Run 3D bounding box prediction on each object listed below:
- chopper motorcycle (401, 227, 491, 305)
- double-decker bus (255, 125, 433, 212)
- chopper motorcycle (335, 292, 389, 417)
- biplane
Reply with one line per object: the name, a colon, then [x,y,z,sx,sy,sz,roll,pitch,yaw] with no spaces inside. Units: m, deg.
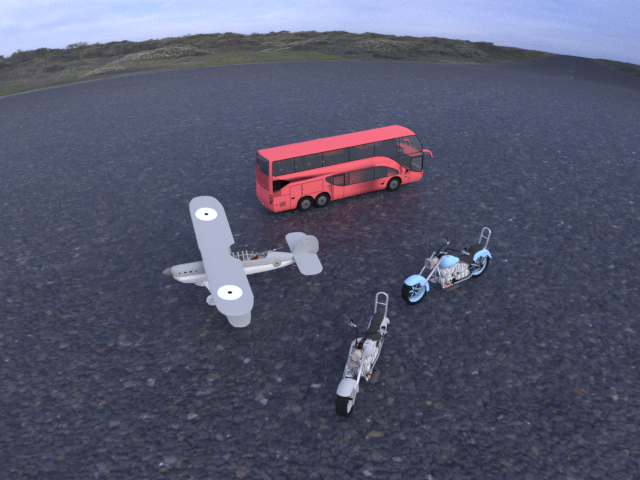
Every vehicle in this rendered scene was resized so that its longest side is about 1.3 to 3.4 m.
chopper motorcycle: [1.751,0.348,9.563,1.563,0.761,0.466,-18,33,-30]
double-decker bus: [0.442,-1.293,12.356,3.251,1.052,0.756,-14,31,-25]
chopper motorcycle: [0.489,1.255,7.846,0.466,0.761,1.563,10,29,18]
biplane: [-1.025,0.331,9.360,2.120,0.981,2.598,-8,29,-15]
